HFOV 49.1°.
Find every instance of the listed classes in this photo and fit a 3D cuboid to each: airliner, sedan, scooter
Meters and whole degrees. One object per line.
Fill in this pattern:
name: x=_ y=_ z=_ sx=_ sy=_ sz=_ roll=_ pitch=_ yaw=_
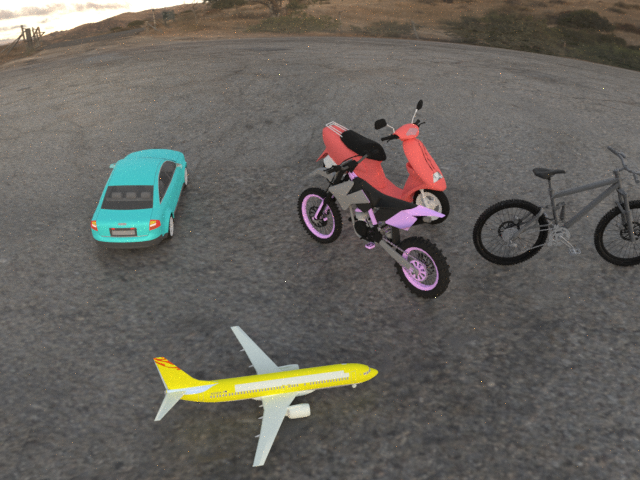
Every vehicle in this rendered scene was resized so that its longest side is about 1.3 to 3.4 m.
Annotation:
airliner: x=-0.564 y=1.477 z=7.839 sx=2.541 sy=0.835 sz=2.257 roll=-6 pitch=32 yaw=-10
sedan: x=-2.941 y=-0.889 z=11.630 sx=1.235 sy=0.940 sz=3.137 roll=-1 pitch=31 yaw=-1
scooter: x=1.027 y=-1.395 z=11.648 sx=2.721 sy=1.786 sz=1.288 roll=24 pitch=39 yaw=34

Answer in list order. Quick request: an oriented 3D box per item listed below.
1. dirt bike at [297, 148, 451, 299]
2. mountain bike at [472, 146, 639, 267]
dirt bike: x=0.679 y=-0.310 z=9.978 sx=1.024 sy=1.666 sz=2.903 roll=-27 pitch=40 yaw=-37
mountain bike: x=3.656 y=-0.349 z=10.022 sx=2.857 sy=1.688 sz=1.114 roll=0 pitch=31 yaw=1
